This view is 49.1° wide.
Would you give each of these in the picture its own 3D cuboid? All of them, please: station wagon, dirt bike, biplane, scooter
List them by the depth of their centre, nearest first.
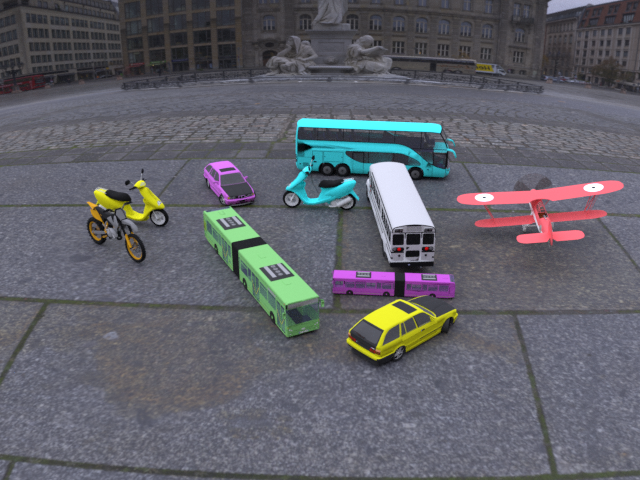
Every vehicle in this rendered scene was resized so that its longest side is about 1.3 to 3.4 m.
[{"bbox_3d":[1.089,1.043,8.930,1.597,0.473,0.682,-21,33,-37],"label":"station wagon"},{"bbox_3d":[-3.243,-0.189,11.041,1.493,0.857,0.527,20,32,35],"label":"dirt bike"},{"bbox_3d":[3.538,-0.393,11.321,2.598,0.981,2.120,3,26,7],"label":"biplane"},{"bbox_3d":[-3.284,-0.705,12.038,1.399,0.919,0.662,6,26,12],"label":"scooter"},{"bbox_3d":[0.011,-0.988,12.625,1.399,0.919,0.662,3,26,6],"label":"scooter"},{"bbox_3d":[-1.750,-1.120,13.411,0.682,0.473,1.597,-11,28,-22],"label":"station wagon"}]

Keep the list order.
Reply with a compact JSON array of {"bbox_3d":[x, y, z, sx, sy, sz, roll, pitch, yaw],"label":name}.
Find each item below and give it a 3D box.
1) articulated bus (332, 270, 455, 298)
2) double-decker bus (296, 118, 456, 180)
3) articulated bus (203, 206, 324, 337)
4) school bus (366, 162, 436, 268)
[{"bbox_3d":[1.035,0.629,9.999,1.749,0.289,0.311,2,26,4],"label":"articulated bus"},{"bbox_3d":[1.123,-1.864,14.287,3.251,1.052,0.756,3,26,7],"label":"double-decker bus"},{"bbox_3d":[-0.953,0.350,10.265,0.605,0.561,3.401,-12,28,-24],"label":"articulated bus"},{"bbox_3d":[1.280,-0.549,11.801,0.709,0.844,3.322,-1,26,-3],"label":"school bus"}]
